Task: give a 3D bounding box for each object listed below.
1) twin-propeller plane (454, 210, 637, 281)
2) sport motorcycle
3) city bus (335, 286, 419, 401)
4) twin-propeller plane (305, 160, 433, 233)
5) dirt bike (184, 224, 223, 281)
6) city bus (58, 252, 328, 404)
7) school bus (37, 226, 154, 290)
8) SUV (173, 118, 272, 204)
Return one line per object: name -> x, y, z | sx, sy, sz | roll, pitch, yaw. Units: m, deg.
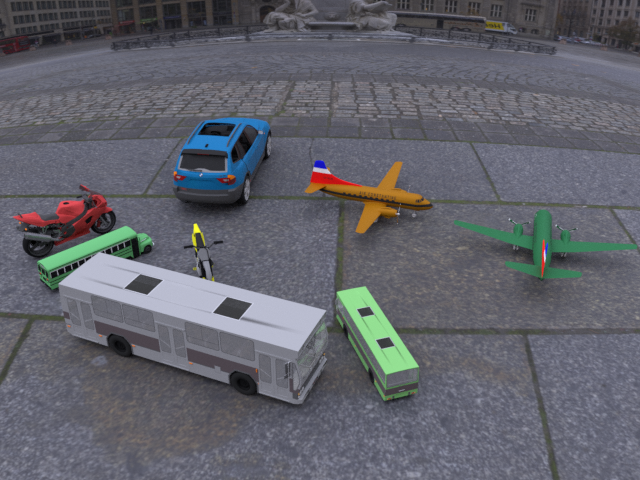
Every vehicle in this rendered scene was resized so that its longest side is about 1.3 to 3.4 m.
twin-propeller plane -> 3.303, -0.046, 10.348 | 2.663, 0.792, 2.129 | 8, 32, 13
sport motorcycle -> -3.856, -0.283, 10.708 | 1.520, 0.821, 0.506 | -24, 39, -34
city bus -> 0.663, 1.240, 8.562 | 0.476, 0.460, 1.674 | -10, 33, -15
twin-propeller plane -> 0.840, -0.843, 11.653 | 2.129, 0.792, 2.663 | 10, 33, 16
dirt bike -> -1.601, 0.325, 9.679 | 0.527, 0.857, 1.493 | -9, 33, -14
city bus -> -1.551, 1.043, 8.468 | 3.255, 0.894, 0.926 | 12, 34, 19
school bus -> -3.242, 0.215, 10.264 | 1.708, 0.434, 0.365 | -27, 41, -37
SUV -> -1.713, -1.637, 12.630 | 1.276, 1.128, 3.058 | 4, 32, 7
